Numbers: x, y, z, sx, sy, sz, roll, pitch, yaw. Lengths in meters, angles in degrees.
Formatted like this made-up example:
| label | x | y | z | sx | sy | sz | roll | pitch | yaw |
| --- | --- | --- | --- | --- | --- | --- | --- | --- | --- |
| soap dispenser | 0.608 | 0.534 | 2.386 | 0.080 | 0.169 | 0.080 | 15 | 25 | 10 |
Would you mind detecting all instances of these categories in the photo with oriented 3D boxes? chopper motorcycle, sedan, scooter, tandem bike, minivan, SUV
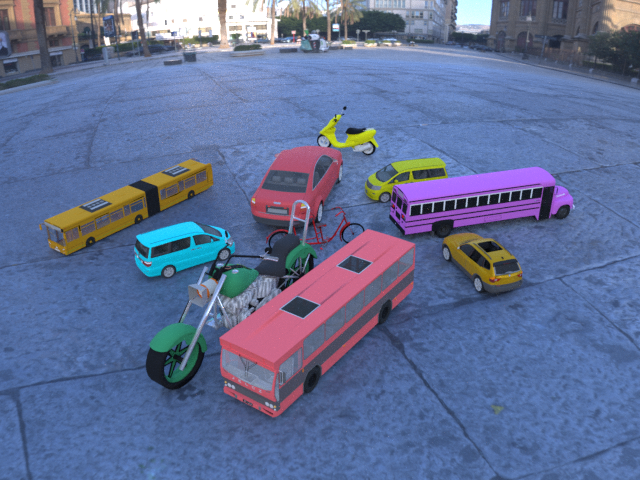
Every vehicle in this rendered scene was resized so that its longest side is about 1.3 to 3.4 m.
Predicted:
| label | x | y | z | sx | sy | sz | roll | pitch | yaw |
| --- | --- | --- | --- | --- | --- | --- | --- | --- | --- |
| chopper motorcycle | -1.050 | 0.629 | 9.020 | 0.906 | 1.480 | 3.040 | 19 | 34 | 31 |
| sedan | -0.354 | -1.183 | 12.891 | 1.235 | 0.940 | 3.137 | 7 | 29 | 12 |
| scooter | 0.586 | -2.315 | 14.980 | 1.399 | 0.919 | 0.662 | 11 | 31 | 19 |
| tandem bike | -0.063 | -0.156 | 11.284 | 1.642 | 0.682 | 0.283 | -6 | 29 | -12 |
| minivan | 1.617 | -1.145 | 13.158 | 1.548 | 0.616 | 0.681 | -7 | 29 | -12 |
| SUV | 2.453 | 0.253 | 10.644 | 0.656 | 0.580 | 1.572 | -10 | 30 | -17 |
| minivan | -2.090 | 0.079 | 10.925 | 1.548 | 0.616 | 0.681 | -18 | 34 | -30 |

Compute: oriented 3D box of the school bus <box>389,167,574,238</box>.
| label | x | y | z | sx | sy | sz | roll | pitch | yaw |
| --- | --- | --- | --- | --- | --- | --- | --- | --- | --- |
| school bus | 2.868 | -0.682 | 12.076 | 3.322 | 0.844 | 0.709 | -8 | 30 | -15 |

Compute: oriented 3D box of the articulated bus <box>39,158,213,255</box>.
| label | x | y | z | sx | sy | sz | roll | pitch | yaw |
| --- | --- | --- | --- | --- | --- | --- | --- | --- | --- |
| articulated bus | -3.251 | -0.664 | 12.337 | 0.605 | 0.561 | 3.401 | 20 | 34 | 32 |

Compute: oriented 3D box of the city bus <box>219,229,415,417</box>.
| label | x | y | z | sx | sy | sz | roll | pitch | yaw |
| --- | --- | --- | --- | --- | --- | --- | --- | --- | --- |
| city bus | 0.101 | 0.959 | 9.028 | 0.926 | 0.894 | 3.255 | 18 | 34 | 30 |
